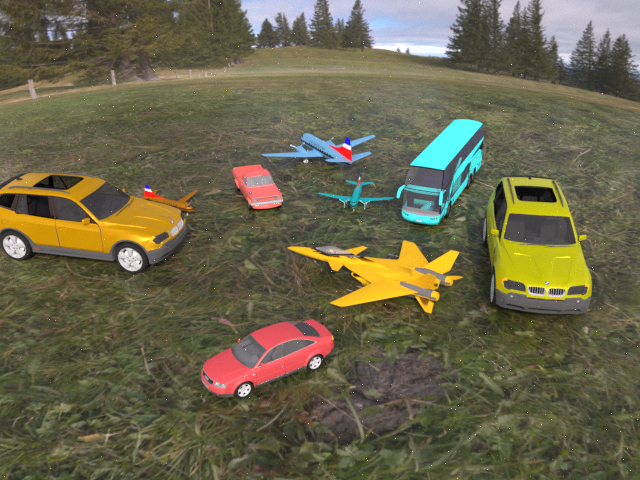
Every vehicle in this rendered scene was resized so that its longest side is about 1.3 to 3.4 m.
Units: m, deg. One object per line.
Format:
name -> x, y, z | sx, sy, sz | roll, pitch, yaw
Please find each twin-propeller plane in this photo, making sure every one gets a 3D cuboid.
twin-propeller plane -> 0.107, -1.952, 14.353 | 2.663, 0.792, 2.129 | -14, 29, -26
twin-propeller plane -> 0.656, -0.861, 12.547 | 1.370, 0.407, 1.095 | 4, 26, 9
twin-propeller plane -> -2.640, -0.688, 12.193 | 1.095, 0.407, 1.370 | 13, 29, 25

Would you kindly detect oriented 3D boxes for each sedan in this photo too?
sedan -> -0.591, 1.296, 8.024 | 1.613, 0.483, 0.635 | -16, 30, -30

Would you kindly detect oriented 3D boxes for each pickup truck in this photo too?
pickup truck -> -1.158, -1.029, 12.776 | 0.640, 0.511, 1.603 | -8, 27, -17

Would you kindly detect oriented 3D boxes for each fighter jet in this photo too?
fighter jet -> 0.622, 0.268, 10.053 | 2.640, 0.557, 2.229 | 15, 30, 28

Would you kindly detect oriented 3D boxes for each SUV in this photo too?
SUV -> -3.575, -0.355, 10.681 | 3.058, 1.128, 1.276 | 6, 26, 11
SUV -> 3.048, -0.031, 10.016 | 1.276, 1.128, 3.058 | 4, 26, 8

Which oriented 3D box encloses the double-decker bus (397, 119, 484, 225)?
double-decker bus -> 2.266, -1.263, 12.638 | 0.756, 1.052, 3.251 | 11, 28, 22
